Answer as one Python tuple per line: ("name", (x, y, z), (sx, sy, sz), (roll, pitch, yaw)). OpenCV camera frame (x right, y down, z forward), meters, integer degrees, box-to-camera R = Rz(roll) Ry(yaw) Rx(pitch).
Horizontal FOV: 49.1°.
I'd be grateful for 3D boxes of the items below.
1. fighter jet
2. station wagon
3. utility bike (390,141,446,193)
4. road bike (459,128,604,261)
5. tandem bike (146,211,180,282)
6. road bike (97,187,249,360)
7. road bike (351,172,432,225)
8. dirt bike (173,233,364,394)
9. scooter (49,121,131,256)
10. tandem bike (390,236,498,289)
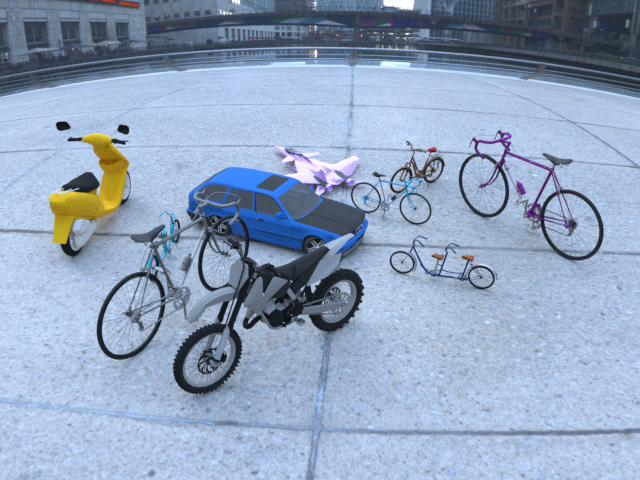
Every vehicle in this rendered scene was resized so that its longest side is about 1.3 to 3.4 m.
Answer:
("fighter jet", (-0.277, -1.656, 14.227), (2.229, 0.557, 2.640), (-17, 33, -28))
("station wagon", (-0.719, -0.546, 11.827), (3.105, 0.920, 1.327), (13, 32, 23))
("utility bike", (1.937, -1.415, 13.384), (1.435, 0.946, 0.535), (-19, 34, -30))
("road bike", (3.406, -0.810, 11.545), (0.697, 1.656, 3.004), (-19, 34, -31))
("tandem bike", (-2.464, 0.028, 11.032), (0.283, 0.682, 1.642), (3, 29, 5))
("road bike", (-1.878, 0.363, 9.410), (0.696, 1.656, 3.004), (17, 33, 28))
("road bike", (1.238, -0.760, 12.290), (1.545, 0.852, 0.358), (15, 32, 25))
("dirt bike", (-0.539, 0.783, 8.634), (2.903, 1.666, 1.024), (-22, 35, -34))
("scooter", (-3.825, -1.004, 11.762), (1.288, 1.786, 2.721), (4, 29, 8))
("tandem bike", (1.841, 0.331, 10.481), (1.642, 0.682, 0.283), (10, 30, 18))
